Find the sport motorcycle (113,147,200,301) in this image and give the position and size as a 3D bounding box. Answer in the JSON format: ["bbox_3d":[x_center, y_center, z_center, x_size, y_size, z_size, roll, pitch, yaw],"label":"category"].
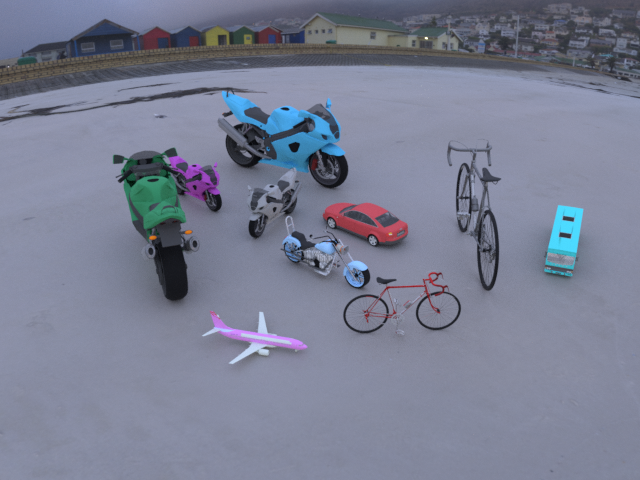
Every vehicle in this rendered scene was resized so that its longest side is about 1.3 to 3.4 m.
[{"bbox_3d":[-2.418,-0.325,10.449,0.983,1.596,2.955,-10,29,-18],"label":"sport motorcycle"}]

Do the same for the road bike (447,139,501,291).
[{"bbox_3d":[2.396,-0.498,10.719,0.696,1.656,3.004,0,27,0],"label":"road bike"}]

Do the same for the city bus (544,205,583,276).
[{"bbox_3d":[3.859,0.002,11.053,0.476,0.460,1.674,10,29,19],"label":"city bus"}]

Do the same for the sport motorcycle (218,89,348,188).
[{"bbox_3d":[-0.723,-1.998,13.676,2.955,1.596,0.983,17,32,29],"label":"sport motorcycle"}]

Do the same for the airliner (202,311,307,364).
[{"bbox_3d":[-0.790,1.161,8.849,1.307,0.429,1.161,7,28,13],"label":"airliner"}]

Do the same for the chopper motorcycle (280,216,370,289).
[{"bbox_3d":[0.069,0.177,10.388,1.563,0.761,0.466,19,33,33],"label":"chopper motorcycle"}]

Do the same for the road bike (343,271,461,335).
[{"bbox_3d":[1.070,0.829,9.032,1.545,0.852,0.358,-2,27,-4],"label":"road bike"}]

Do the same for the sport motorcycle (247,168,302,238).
[{"bbox_3d":[-0.791,-0.644,11.906,0.506,0.821,1.520,13,30,24],"label":"sport motorcycle"}]

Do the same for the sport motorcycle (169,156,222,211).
[{"bbox_3d":[-2.283,-1.073,12.734,0.506,0.821,1.520,-24,36,-38],"label":"sport motorcycle"}]

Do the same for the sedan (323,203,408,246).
[{"bbox_3d":[0.736,-0.354,11.714,1.613,0.483,0.635,24,36,38],"label":"sedan"}]
